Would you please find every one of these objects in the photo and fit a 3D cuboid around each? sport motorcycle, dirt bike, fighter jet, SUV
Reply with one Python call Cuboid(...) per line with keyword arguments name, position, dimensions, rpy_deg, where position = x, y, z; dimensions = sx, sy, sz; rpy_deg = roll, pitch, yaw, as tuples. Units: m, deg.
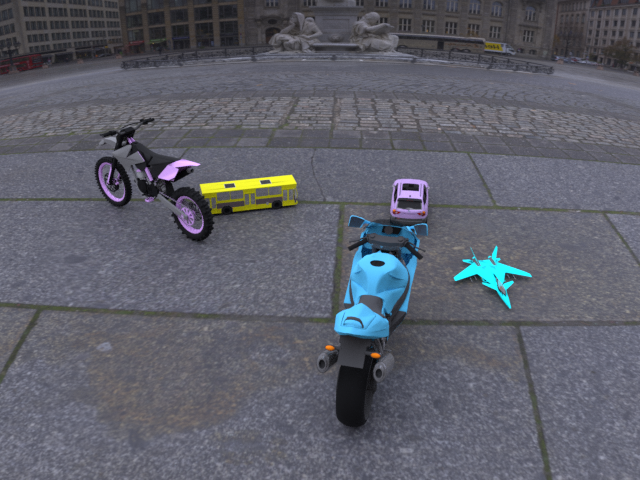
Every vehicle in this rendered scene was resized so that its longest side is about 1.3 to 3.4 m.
Cuboid(name="sport motorcycle", position=(0.643, 0.810, 8.236), dimensions=(0.983, 1.596, 2.955), rpy_deg=(7, 30, 13))
Cuboid(name="dirt bike", position=(-2.845, -1.039, 11.529), dimensions=(2.903, 1.666, 1.024), rpy_deg=(21, 35, 33))
Cuboid(name="fighter jet", position=(2.535, 0.533, 10.101), dimensions=(1.147, 0.286, 1.358), rpy_deg=(-3, 29, -5))
Cuboid(name="SUV", position=(1.560, -0.740, 12.113), dimensions=(0.656, 0.580, 1.572), rpy_deg=(4, 29, 7))

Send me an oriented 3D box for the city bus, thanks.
Cuboid(name="city bus", position=(-1.252, -0.778, 12.308), dimensions=(1.674, 0.460, 0.476), rpy_deg=(-7, 30, -13))
